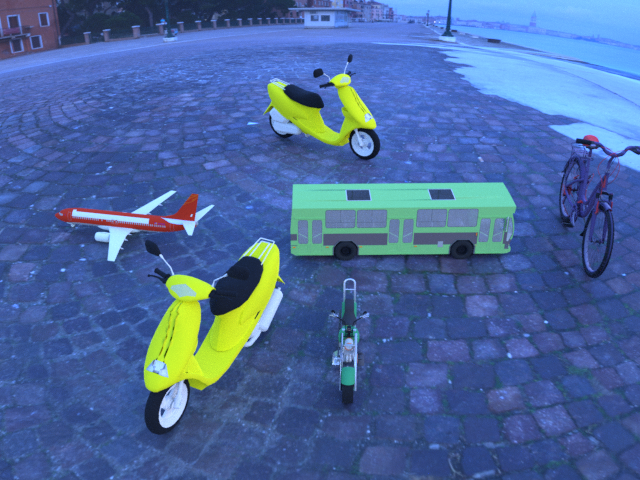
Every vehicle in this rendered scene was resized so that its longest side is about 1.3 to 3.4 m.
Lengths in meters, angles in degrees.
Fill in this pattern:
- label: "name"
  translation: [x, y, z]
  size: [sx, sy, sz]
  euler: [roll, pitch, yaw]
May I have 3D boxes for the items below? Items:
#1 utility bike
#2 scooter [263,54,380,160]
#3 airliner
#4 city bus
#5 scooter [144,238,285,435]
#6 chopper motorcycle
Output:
- label: "utility bike"
  translation: [4.080, -0.758, 10.368]
  size: [1.039, 1.839, 2.791]
  euler: [3, 31, 4]
- label: "scooter"
  translation: [0.003, -2.629, 13.570]
  size: [2.721, 1.786, 1.288]
  euler: [19, 36, 29]
- label: "airliner"
  translation: [-3.001, -0.457, 10.845]
  size: [2.541, 0.835, 2.257]
  euler: [7, 31, 11]
- label: "city bus"
  translation: [1.187, -0.280, 10.490]
  size: [3.255, 0.894, 0.926]
  euler: [-1, 31, -1]
- label: "scooter"
  translation: [-1.149, 0.761, 7.863]
  size: [1.288, 1.786, 2.721]
  euler: [14, 34, 22]
- label: "chopper motorcycle"
  translation: [0.334, 1.157, 8.200]
  size: [0.466, 0.761, 1.563]
  euler: [1, 31, 2]
